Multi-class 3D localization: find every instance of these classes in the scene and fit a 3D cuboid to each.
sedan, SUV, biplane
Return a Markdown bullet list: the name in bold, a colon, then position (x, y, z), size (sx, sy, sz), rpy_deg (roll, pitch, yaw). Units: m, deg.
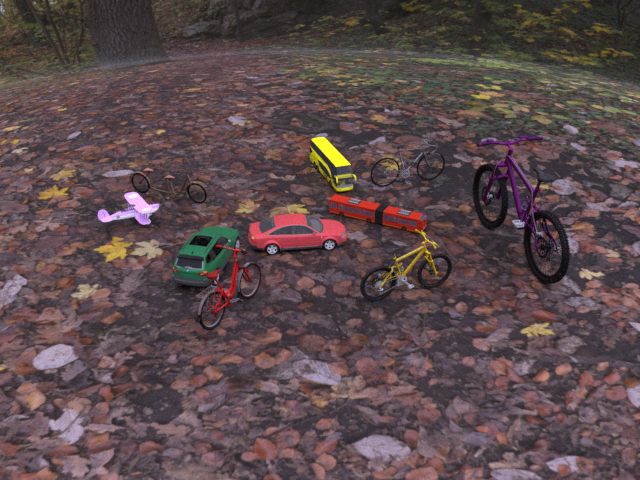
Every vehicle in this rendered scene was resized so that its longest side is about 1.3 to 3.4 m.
- **sedan**: position (-0.354, -0.146, 11.312), size (1.613, 0.483, 0.635), rpy_deg (-4, 30, -7)
- **SUV**: position (-1.722, 0.161, 10.673), size (0.656, 0.580, 1.572), rpy_deg (6, 30, 11)
- **biplane**: position (-3.211, -0.475, 11.870), size (1.090, 0.504, 1.336), rpy_deg (-15, 33, -24)

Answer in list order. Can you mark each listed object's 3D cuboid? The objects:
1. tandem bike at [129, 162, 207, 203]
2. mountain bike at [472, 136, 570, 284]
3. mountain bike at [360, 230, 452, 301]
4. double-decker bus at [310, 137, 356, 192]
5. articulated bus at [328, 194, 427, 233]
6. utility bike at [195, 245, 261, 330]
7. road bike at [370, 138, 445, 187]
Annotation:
- **tandem bike**: position (-2.792, -1.077, 12.752), size (1.642, 0.682, 0.283), rpy_deg (11, 31, 19)
- **mountain bike**: position (3.085, -0.581, 10.859), size (1.114, 1.688, 2.857), rpy_deg (-7, 30, -13)
- **mountain bike**: position (1.248, 0.400, 9.960), size (1.469, 0.868, 0.573), rpy_deg (-11, 31, -19)
- **double-decker bus**: position (0.216, -1.461, 13.572), size (0.389, 0.541, 1.672), rpy_deg (-10, 31, -17)
- **articulated bus**: position (0.970, -0.459, 12.061), size (1.749, 0.289, 0.311), rpy_deg (14, 33, 23)
- **utility bike**: position (-1.284, 0.580, 9.562), size (0.535, 0.946, 1.435), rpy_deg (16, 33, 27)
- **road bike**: position (1.679, -1.460, 13.255), size (1.545, 0.852, 0.358), rpy_deg (-9, 31, -16)
